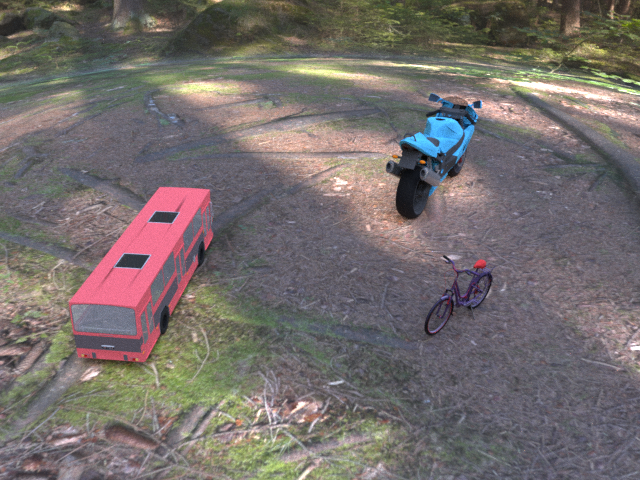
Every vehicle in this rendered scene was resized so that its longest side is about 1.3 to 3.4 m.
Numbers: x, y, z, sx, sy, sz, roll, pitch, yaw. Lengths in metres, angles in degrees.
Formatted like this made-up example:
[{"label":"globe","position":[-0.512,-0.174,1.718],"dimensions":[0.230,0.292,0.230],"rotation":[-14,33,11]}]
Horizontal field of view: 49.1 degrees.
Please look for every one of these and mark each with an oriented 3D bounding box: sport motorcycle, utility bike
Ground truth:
[{"label":"sport motorcycle","position":[2.010,-1.500,12.090],"dimensions":[0.983,1.596,2.955],"rotation":[15,32,26]},{"label":"utility bike","position":[1.833,0.636,8.797],"dimensions":[1.435,0.946,0.535],"rotation":[-24,37,-38]}]

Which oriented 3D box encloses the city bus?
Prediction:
[{"label":"city bus","position":[-2.230,0.357,9.372],"dimensions":[0.926,0.894,3.255],"rotation":[3,28,6]}]
